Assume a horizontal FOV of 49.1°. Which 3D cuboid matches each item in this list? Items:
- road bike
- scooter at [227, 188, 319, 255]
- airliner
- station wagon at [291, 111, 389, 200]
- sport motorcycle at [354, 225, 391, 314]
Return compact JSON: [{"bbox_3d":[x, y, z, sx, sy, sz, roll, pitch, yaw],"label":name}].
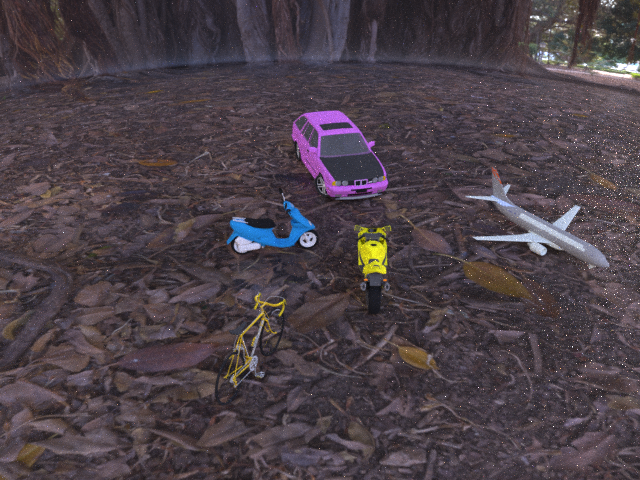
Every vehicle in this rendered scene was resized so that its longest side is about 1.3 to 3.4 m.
[{"bbox_3d":[-0.767,1.179,7.872,0.358,0.852,1.545,12,30,22],"label":"road bike"},{"bbox_3d":[-0.705,-0.232,10.488,1.399,0.919,0.662,-5,28,-9],"label":"scooter"},{"bbox_3d":[3.452,-0.342,10.788,2.257,0.835,2.541,-15,31,-27],"label":"airliner"},{"bbox_3d":[0.318,-1.714,13.313,1.327,0.920,3.105,-7,29,-13],"label":"station wagon"},{"bbox_3d":[0.717,0.349,9.487,0.506,0.821,1.520,1,28,1],"label":"sport motorcycle"}]
